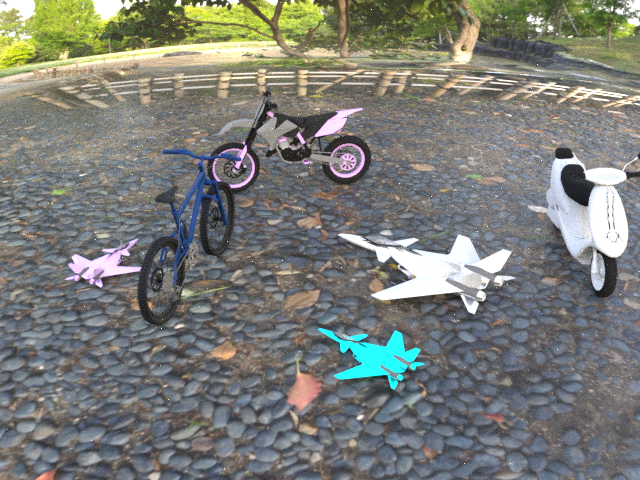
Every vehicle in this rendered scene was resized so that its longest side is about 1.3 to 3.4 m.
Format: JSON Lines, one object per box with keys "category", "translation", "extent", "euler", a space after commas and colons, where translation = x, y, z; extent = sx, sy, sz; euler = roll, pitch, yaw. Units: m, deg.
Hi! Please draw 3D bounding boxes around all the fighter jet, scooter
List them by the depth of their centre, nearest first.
{"category": "fighter jet", "translation": [0.486, 1.212, 8.075], "extent": [1.358, 0.286, 1.147], "euler": [22, 35, 36]}
{"category": "fighter jet", "translation": [1.284, 0.160, 9.778], "extent": [2.640, 0.557, 2.229], "euler": [21, 35, 35]}
{"category": "scooter", "translation": [3.733, -0.554, 9.812], "extent": [1.288, 1.786, 2.721], "euler": [1, 28, 1]}
{"category": "fighter jet", "translation": [-2.978, 0.208, 9.977], "extent": [1.147, 0.286, 1.358], "euler": [10, 29, 17]}

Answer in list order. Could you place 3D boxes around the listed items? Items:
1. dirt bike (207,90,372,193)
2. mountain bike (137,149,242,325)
{"category": "dirt bike", "translation": [-0.506, -1.650, 12.017], "extent": [2.903, 1.666, 1.024], "euler": [-6, 28, -11]}
{"category": "mountain bike", "translation": [-1.692, -0.168, 9.189], "extent": [1.114, 1.688, 2.857], "euler": [7, 29, 13]}
